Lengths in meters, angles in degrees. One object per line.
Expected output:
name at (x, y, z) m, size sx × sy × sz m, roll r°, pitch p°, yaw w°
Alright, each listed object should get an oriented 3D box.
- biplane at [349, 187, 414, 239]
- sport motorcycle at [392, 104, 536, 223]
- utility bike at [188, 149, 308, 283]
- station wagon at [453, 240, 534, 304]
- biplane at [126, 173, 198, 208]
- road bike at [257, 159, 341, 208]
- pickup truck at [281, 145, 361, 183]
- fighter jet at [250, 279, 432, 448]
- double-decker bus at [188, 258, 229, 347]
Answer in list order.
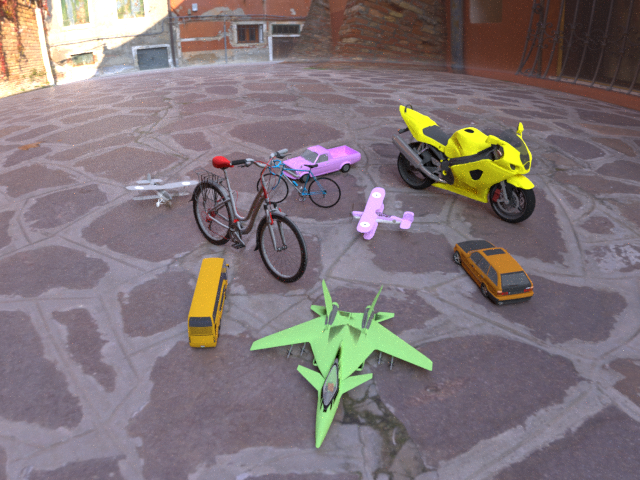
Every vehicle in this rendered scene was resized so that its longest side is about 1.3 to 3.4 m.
biplane at (1.009, -0.363, 11.643) m, size 1.090 × 0.504 × 1.336 m, roll 8°, pitch 29°, yaw 14°
sport motorcycle at (2.529, -1.383, 12.396) m, size 0.983 × 1.596 × 2.955 m, roll -25°, pitch 37°, yaw -38°
utility bike at (-1.093, -0.552, 10.578) m, size 1.039 × 1.839 × 2.791 m, roll -25°, pitch 37°, yaw -38°
station wagon at (2.523, 0.362, 10.315) m, size 0.682 × 0.473 × 1.597 m, roll -7°, pitch 29°, yaw -12°
biplane at (-2.896, -0.915, 12.678) m, size 1.336 × 0.504 × 1.090 m, roll -18°, pitch 33°, yaw -30°
road bike at (-0.387, -0.996, 12.461) m, size 1.545 × 0.852 × 0.358 m, roll 5°, pitch 29°, yaw 10°
pickup truck at (0.032, -1.591, 13.939) m, size 1.603 × 0.511 × 0.640 m, roll -17°, pitch 33°, yaw -29°
fighter jet at (0.209, 1.387, 8.304) m, size 2.229 × 0.557 × 2.640 m, roll 5°, pitch 28°, yaw 9°
double-decker bus at (-1.494, 0.788, 9.444) m, size 0.389 × 0.541 × 1.672 m, roll -1°, pitch 28°, yaw -1°
